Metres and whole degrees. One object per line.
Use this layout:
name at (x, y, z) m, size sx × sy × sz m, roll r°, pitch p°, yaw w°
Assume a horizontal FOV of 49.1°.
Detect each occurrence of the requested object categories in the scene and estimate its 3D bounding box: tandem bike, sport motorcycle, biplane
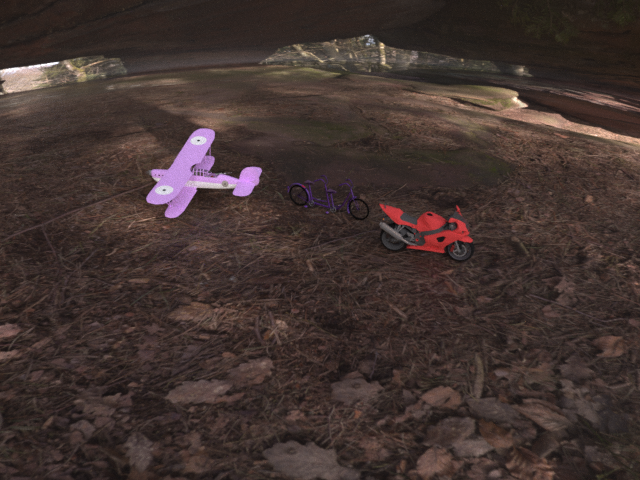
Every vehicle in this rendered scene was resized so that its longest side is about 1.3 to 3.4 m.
tandem bike at (0.129, -0.794, 12.242) m, size 1.642 × 0.682 × 0.283 m, roll 15°, pitch 31°, yaw 26°
sport motorcycle at (1.645, -0.125, 10.837) m, size 1.520 × 0.821 × 0.506 m, roll 9°, pitch 29°, yaw 17°
biplane at (-2.112, -1.075, 12.452) m, size 2.120 × 0.981 × 2.598 m, roll 5°, pitch 28°, yaw 10°
